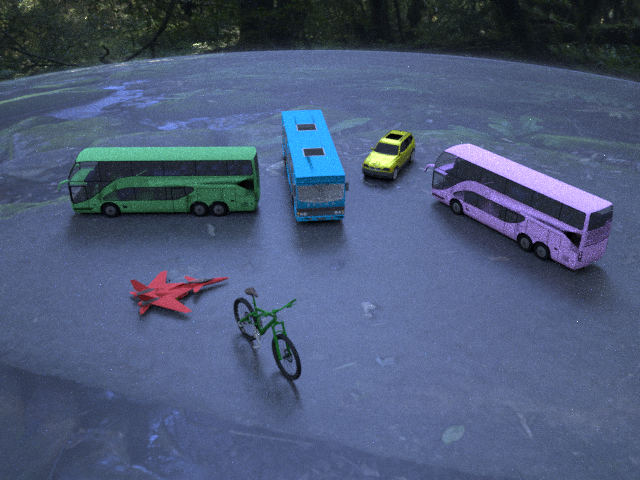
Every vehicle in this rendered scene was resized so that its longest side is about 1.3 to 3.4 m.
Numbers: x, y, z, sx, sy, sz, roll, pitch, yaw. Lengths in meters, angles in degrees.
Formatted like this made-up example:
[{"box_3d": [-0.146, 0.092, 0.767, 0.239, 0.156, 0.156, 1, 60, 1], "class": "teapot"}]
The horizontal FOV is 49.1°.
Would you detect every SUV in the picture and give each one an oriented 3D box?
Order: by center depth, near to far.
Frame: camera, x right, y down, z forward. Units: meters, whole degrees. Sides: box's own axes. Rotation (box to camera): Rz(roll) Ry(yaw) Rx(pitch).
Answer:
[{"box_3d": [1.341, -1.658, 13.391, 0.656, 0.580, 1.572, 13, 32, 22], "class": "SUV"}]

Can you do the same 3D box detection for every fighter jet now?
[{"box_3d": [-1.889, 0.611, 9.626, 1.358, 0.286, 1.147, -14, 32, -24], "class": "fighter jet"}]

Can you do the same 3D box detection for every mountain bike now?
[{"box_3d": [-0.654, 1.029, 8.281, 0.573, 0.868, 1.469, -19, 34, -30], "class": "mountain bike"}]

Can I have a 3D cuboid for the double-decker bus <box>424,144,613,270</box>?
[{"box_3d": [3.021, -0.634, 11.072, 0.756, 1.052, 3.251, -19, 34, -30], "class": "double-decker bus"}]

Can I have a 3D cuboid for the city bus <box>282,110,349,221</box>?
[{"box_3d": [-0.178, -1.387, 12.583, 0.926, 0.894, 3.255, -3, 29, -6], "class": "city bus"}]

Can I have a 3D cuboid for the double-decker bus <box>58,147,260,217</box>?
[{"box_3d": [-2.637, -0.992, 11.713, 3.251, 1.052, 0.756, -1, 29, -1], "class": "double-decker bus"}]
